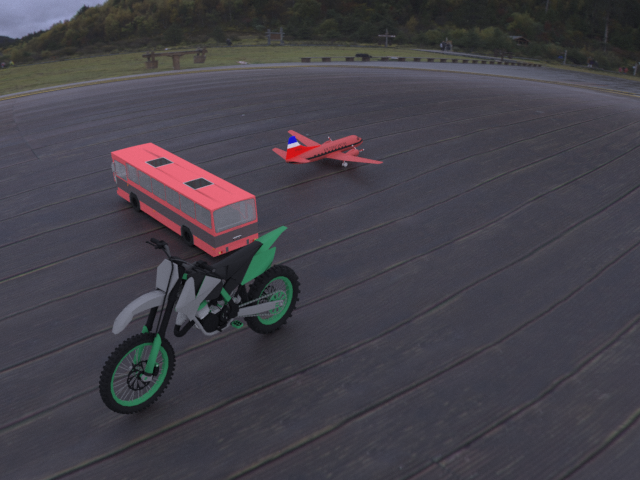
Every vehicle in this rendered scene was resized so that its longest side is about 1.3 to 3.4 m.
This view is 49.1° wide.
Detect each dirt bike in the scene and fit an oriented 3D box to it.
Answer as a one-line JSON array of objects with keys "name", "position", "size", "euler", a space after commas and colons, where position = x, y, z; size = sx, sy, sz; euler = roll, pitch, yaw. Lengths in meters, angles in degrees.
[{"name": "dirt bike", "position": [-1.246, 0.749, 7.888], "size": [1.024, 1.666, 2.903], "euler": [22, 34, 36]}]

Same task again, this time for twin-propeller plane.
[{"name": "twin-propeller plane", "position": [0.118, -1.892, 13.998], "size": [2.129, 0.792, 2.663], "euler": [-23, 35, -38]}]

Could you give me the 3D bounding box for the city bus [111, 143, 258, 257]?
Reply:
[{"name": "city bus", "position": [-2.308, -0.703, 11.566], "size": [0.926, 0.894, 3.255], "euler": [-22, 34, -36]}]
